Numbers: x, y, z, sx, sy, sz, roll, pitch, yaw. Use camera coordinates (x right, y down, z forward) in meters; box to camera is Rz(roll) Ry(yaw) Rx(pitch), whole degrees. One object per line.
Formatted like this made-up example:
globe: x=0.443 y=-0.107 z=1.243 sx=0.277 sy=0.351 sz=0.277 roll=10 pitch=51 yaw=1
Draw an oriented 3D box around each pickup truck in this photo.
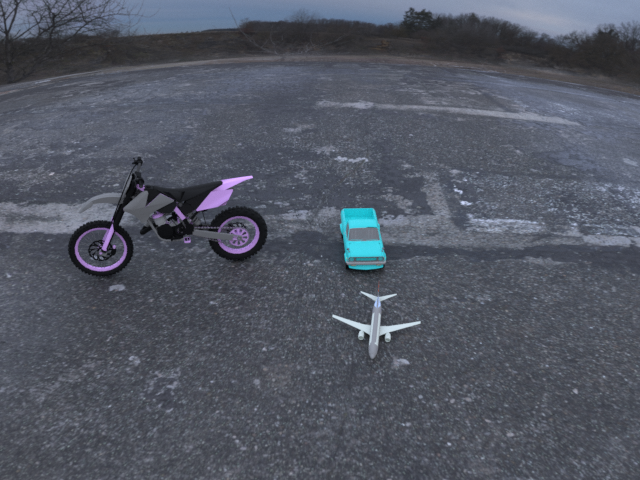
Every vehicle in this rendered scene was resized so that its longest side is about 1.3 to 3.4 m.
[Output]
pickup truck: x=0.659 y=-0.089 z=11.003 sx=0.640 sy=0.511 sz=1.603 roll=-1 pitch=29 yaw=-2

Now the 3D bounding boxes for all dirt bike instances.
dirt bike: x=-2.209 y=-0.301 z=10.193 sx=2.903 sy=1.666 sz=1.024 roll=-7 pitch=30 yaw=-12

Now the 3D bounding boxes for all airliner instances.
airliner: x=0.723 y=1.031 z=9.069 sx=1.161 sy=0.429 sz=1.307 roll=4 pitch=29 yaw=6
